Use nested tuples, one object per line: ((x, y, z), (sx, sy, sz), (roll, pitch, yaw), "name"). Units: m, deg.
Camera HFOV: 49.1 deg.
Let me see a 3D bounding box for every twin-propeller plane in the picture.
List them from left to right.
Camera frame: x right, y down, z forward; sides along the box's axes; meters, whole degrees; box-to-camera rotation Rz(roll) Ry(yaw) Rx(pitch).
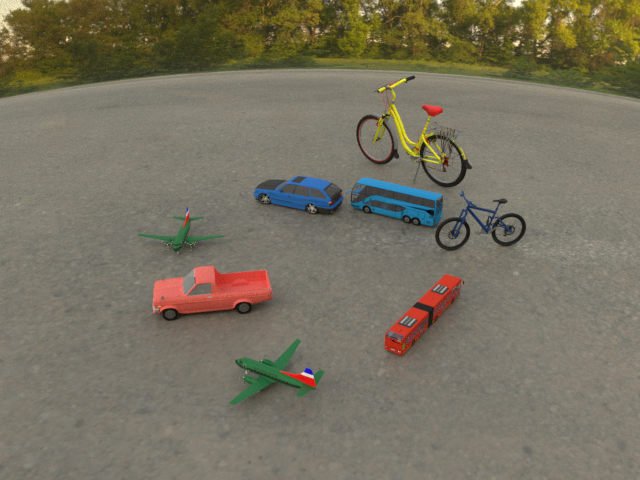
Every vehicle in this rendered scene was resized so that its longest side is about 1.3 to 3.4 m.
((-2.171, -0.143, 11.045), (1.370, 0.407, 1.095), (1, 27, 2), "twin-propeller plane")
((-0.515, 1.469, 7.886), (1.095, 0.407, 1.370), (15, 31, 27), "twin-propeller plane")

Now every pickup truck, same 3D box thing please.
((-1.442, 0.654, 9.369), (1.603, 0.511, 0.640), (-5, 27, -9), "pickup truck")

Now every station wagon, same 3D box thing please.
((-0.400, -0.861, 12.378), (1.597, 0.473, 0.682), (12, 29, 22), "station wagon")

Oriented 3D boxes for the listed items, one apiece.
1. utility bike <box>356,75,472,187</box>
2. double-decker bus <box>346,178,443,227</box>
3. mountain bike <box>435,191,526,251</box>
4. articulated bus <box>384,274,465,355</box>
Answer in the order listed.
((1.656, -2.035, 13.177), (1.039, 1.839, 2.791), (-24, 36, -39), "utility bike")
((1.264, -0.660, 11.910), (1.672, 0.541, 0.389), (16, 31, 28), "double-decker bus")
((2.493, -0.266, 10.779), (1.469, 0.868, 0.573), (-4, 27, -9), "mountain bike")
((1.368, 0.934, 9.065), (0.311, 0.289, 1.749), (17, 32, 30), "articulated bus")
